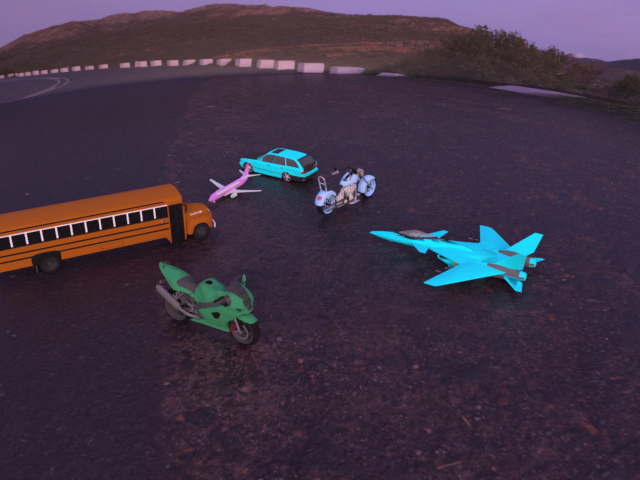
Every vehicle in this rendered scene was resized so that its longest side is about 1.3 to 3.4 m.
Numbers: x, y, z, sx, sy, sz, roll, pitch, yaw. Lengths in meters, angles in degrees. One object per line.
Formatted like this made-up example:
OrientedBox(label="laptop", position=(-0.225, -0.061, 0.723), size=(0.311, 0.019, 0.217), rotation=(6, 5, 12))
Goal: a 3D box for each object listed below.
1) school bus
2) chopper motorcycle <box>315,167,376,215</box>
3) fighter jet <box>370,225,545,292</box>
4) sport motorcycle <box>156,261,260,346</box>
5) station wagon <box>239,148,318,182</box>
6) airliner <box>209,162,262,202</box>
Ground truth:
OrientedBox(label="school bus", position=(-3.238, -0.220, 10.653), size=(3.322, 0.844, 0.709), rotation=(-13, 29, -25))
OrientedBox(label="chopper motorcycle", position=(0.476, -0.941, 12.229), size=(0.466, 0.761, 1.563), rotation=(21, 33, 36))
OrientedBox(label="fighter jet", position=(1.913, 0.026, 10.477), size=(2.640, 0.557, 2.229), rotation=(15, 30, 28))
OrientedBox(label="sport motorcycle", position=(-1.374, 0.778, 8.632), size=(1.520, 0.821, 0.506), rotation=(15, 30, 28))
OrientedBox(label="station wagon", position=(-0.837, -1.538, 13.781), size=(1.597, 0.473, 0.682), rotation=(15, 30, 29))
OrientedBox(label="airliner", position=(-1.645, -1.051, 12.832), size=(1.161, 0.429, 1.307), rotation=(14, 29, 26))
